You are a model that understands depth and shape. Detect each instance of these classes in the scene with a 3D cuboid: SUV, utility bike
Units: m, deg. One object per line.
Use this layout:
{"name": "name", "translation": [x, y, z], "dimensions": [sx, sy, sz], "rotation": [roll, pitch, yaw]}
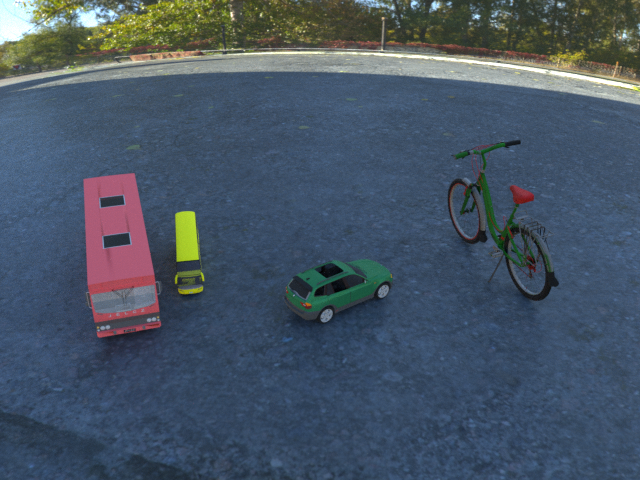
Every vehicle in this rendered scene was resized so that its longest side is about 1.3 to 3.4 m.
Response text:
{"name": "SUV", "translation": [0.272, 0.584, 9.428], "dimensions": [1.572, 0.580, 0.656], "rotation": [-20, 35, -31]}
{"name": "utility bike", "translation": [2.437, -0.367, 9.839], "dimensions": [1.039, 1.839, 2.791], "rotation": [-10, 31, -17]}

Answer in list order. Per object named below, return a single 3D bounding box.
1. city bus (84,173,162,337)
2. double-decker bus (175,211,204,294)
{"name": "city bus", "translation": [-2.858, 0.115, 9.944], "dimensions": [0.926, 0.894, 3.255], "rotation": [-9, 30, -15]}
{"name": "double-decker bus", "translation": [-1.922, 0.177, 10.195], "dimensions": [0.389, 0.541, 1.672], "rotation": [-5, 30, -10]}
